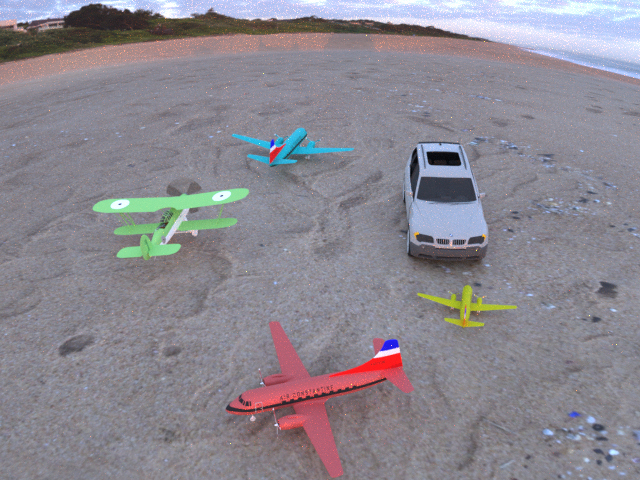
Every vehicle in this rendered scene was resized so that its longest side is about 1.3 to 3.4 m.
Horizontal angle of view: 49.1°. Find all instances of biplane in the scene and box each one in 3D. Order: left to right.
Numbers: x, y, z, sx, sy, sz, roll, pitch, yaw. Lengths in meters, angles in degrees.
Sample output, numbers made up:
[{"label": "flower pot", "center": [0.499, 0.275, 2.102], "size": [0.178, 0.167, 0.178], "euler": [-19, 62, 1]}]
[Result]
[{"label": "biplane", "center": [-2.443, -0.240, 11.036], "size": [2.598, 0.981, 2.120], "euler": [4, 30, 7]}]

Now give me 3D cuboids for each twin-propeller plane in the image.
[{"label": "twin-propeller plane", "center": [-0.646, -1.987, 14.272], "size": [2.663, 0.792, 2.129], "euler": [9, 31, 15]}, {"label": "twin-propeller plane", "center": [-0.036, 1.613, 7.994], "size": [2.129, 0.792, 2.663], "euler": [-9, 31, -15]}, {"label": "twin-propeller plane", "center": [2.023, 0.866, 9.684], "size": [1.370, 0.407, 1.095], "euler": [7, 31, 12]}]

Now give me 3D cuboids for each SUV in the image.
[{"label": "SUV", "center": [2.056, -0.732, 11.746], "size": [1.276, 1.128, 3.058], "euler": [2, 30, 3]}]
